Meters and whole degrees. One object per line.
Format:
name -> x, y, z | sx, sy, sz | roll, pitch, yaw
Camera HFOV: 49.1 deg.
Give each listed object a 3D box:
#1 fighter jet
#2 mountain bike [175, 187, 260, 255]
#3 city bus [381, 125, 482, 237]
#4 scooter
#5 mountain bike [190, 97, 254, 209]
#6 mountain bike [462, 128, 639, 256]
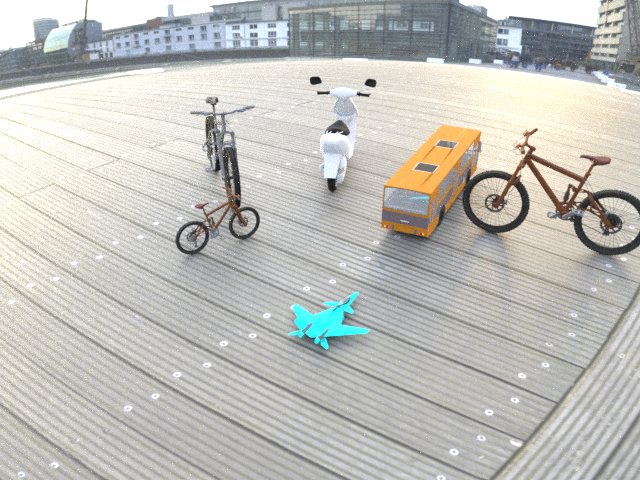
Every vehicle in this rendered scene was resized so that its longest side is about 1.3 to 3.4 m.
fighter jet -> 0.189, 0.936, 9.359 | 1.147, 0.286, 1.358 | 16, 32, 27
mountain bike -> -1.597, -0.289, 11.012 | 1.469, 0.868, 0.573 | -18, 33, -29
city bus -> 2.050, -1.092, 12.467 | 0.926, 0.894, 3.255 | 13, 31, 22
scooter -> 0.391, -2.161, 13.504 | 1.288, 1.786, 2.721 | 4, 29, 8
mountain bike -> -1.829, -1.750, 12.849 | 1.114, 1.688, 2.857 | -9, 30, -16
mountain bike -> 3.658, -0.706, 10.921 | 2.857, 1.688, 1.114 | 12, 31, 22
